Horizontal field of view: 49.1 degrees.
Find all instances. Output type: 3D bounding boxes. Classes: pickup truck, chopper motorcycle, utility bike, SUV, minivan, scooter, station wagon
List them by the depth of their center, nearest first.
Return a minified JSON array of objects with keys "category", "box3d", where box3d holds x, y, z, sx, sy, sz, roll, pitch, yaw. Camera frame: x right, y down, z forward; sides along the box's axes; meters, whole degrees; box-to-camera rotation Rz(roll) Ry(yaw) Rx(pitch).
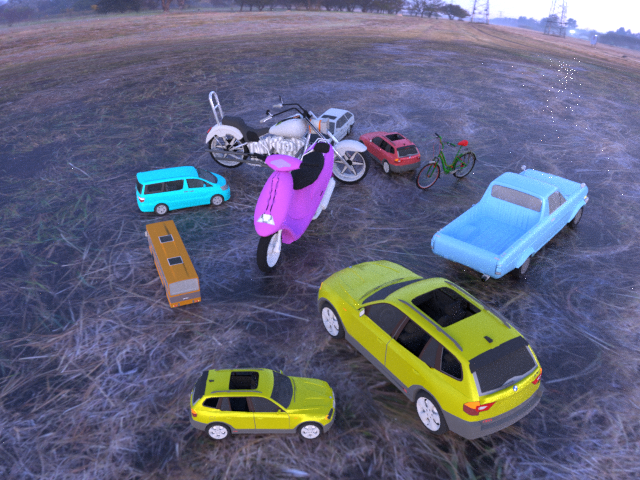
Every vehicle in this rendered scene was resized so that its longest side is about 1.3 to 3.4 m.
[{"category":"SUV","box3d":[-0.615,1.712,7.510,1.572,0.580,0.656,0,31,0]},{"category":"SUV","box3d":[1.166,1.011,8.140,1.276,1.128,3.058,-18,36,-28]},{"category":"scooter","box3d":[-0.353,-0.838,10.563,1.288,1.786,2.721,11,33,18]},{"category":"pickup truck","box3d":[2.957,-0.384,10.577,1.244,0.993,3.117,24,38,34]},{"category":"minivan","box3d":[-2.298,-0.886,11.773,1.548,0.616,0.681,-11,33,-17]},{"category":"utility bike","box3d":[2.293,-1.393,12.293,1.435,0.946,0.535,-18,36,-27]},{"category":"chopper motorcycle","box3d":[-0.598,-1.825,12.490,3.040,1.480,0.906,7,32,11]},{"category":"SUV","box3d":[1.308,-1.757,13.246,0.656,0.580,1.572,-13,34,-21]},{"category":"station wagon","box3d":[0.169,-2.258,14.179,0.682,0.473,1.597,13,33,20]}]

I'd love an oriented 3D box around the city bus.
[{"category":"city bus","box3d":[-2.092,0.326,9.919,0.476,0.460,1.674,-12,33,-19]}]
